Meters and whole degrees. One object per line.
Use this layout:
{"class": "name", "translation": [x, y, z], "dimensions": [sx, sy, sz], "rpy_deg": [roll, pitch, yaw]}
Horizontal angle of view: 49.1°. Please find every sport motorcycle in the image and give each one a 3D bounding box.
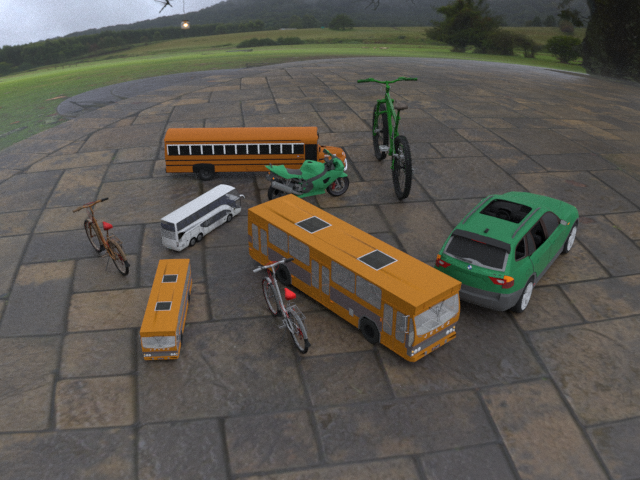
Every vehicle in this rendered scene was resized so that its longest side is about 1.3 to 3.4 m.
{"class": "sport motorcycle", "translation": [-0.198, -1.035, 11.897], "dimensions": [1.520, 0.821, 0.506], "rpy_deg": [-11, 31, -19]}

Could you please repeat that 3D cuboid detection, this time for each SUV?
{"class": "SUV", "translation": [2.691, -0.071, 9.835], "dimensions": [1.276, 1.128, 3.058], "rpy_deg": [18, 34, 30]}

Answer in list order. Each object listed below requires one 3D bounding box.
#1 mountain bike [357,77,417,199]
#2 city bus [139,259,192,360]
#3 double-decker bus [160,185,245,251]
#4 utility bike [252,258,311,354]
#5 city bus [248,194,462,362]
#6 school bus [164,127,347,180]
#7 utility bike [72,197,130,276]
{"class": "mountain bike", "translation": [1.287, -1.935, 12.629], "dimensions": [1.114, 1.688, 2.857], "rpy_deg": [-4, 29, -7]}
{"class": "city bus", "translation": [-1.916, 0.853, 8.855], "dimensions": [0.476, 0.460, 1.674], "rpy_deg": [-2, 29, -3]}
{"class": "double-decker bus", "translation": [-1.830, -0.387, 11.014], "dimensions": [0.389, 0.541, 1.672], "rpy_deg": [16, 33, 26]}
{"class": "utility bike", "translation": [-0.486, 0.760, 8.521], "dimensions": [0.535, 0.946, 1.435], "rpy_deg": [-13, 32, -22]}
{"class": "city bus", "translation": [0.313, 0.413, 9.202], "dimensions": [0.926, 0.894, 3.255], "rpy_deg": [-22, 36, -35]}
{"class": "school bus", "translation": [-1.160, -1.624, 12.938], "dimensions": [3.322, 0.844, 0.709], "rpy_deg": [-1, 29, -2]}
{"class": "utility bike", "translation": [-3.129, -0.053, 9.992], "dimensions": [0.535, 0.946, 1.435], "rpy_deg": [-22, 36, -34]}
